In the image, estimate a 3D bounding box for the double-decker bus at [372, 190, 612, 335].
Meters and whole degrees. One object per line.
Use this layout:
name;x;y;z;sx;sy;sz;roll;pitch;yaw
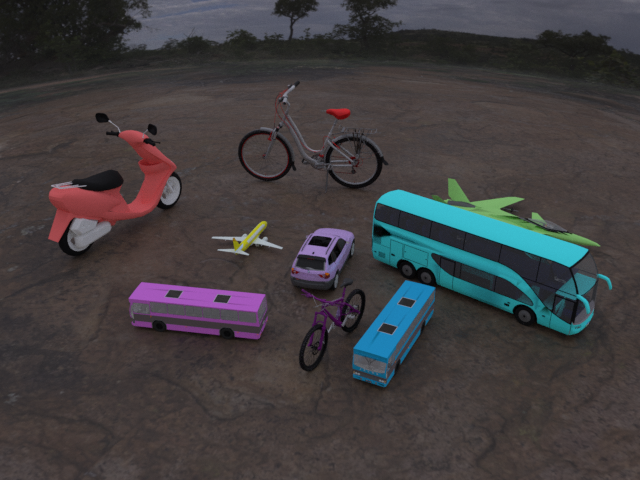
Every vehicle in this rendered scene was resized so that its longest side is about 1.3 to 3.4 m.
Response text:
double-decker bus;2.157;0.254;9.398;3.251;1.052;0.756;21;34;35

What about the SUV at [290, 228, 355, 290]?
SUV;0.057;0.178;10.053;0.656;0.580;1.572;8;29;14

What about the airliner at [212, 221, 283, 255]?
airliner;-1.072;-0.106;10.760;1.161;0.429;1.307;9;29;16

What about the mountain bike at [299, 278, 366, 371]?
mountain bike;0.169;0.922;8.318;0.573;0.868;1.469;16;32;28

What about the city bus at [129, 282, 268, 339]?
city bus;-1.522;0.901;8.798;1.674;0.460;0.476;5;28;9

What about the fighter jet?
fighter jet;3.094;-0.354;11.097;2.640;0.557;2.229;14;31;25

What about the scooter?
scooter;-3.142;-0.945;10.901;1.288;1.786;2.721;16;32;28

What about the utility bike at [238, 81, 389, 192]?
utility bike;-0.169;-1.768;12.420;2.791;1.839;1.039;5;28;10

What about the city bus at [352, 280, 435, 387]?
city bus;0.917;1.099;8.419;0.476;0.460;1.674;13;30;23
